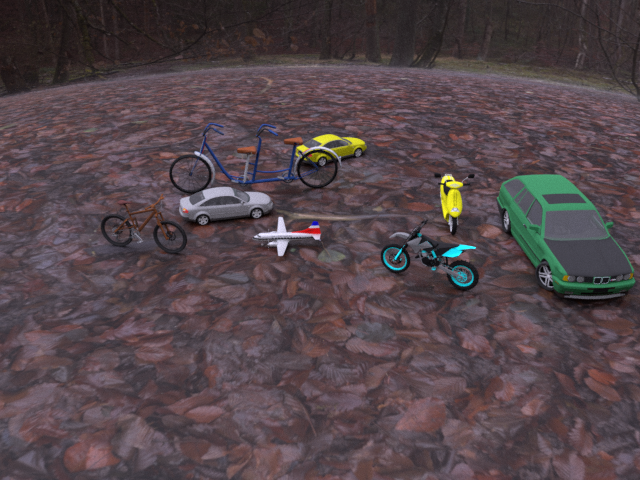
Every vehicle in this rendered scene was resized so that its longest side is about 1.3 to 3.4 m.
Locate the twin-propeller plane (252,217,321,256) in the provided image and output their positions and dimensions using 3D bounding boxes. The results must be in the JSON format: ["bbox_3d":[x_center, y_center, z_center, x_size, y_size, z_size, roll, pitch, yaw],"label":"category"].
[{"bbox_3d":[-0.530,-0.101,11.121,1.095,0.407,1.370,-1,27,-3],"label":"twin-propeller plane"}]

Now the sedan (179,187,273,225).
[{"bbox_3d":[-1.618,-0.643,12.093,1.613,0.483,0.635,-8,28,-14],"label":"sedan"}]

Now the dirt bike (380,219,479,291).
[{"bbox_3d":[1.558,0.217,10.008,1.493,0.857,0.527,14,30,25],"label":"dirt bike"}]

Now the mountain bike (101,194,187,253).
[{"bbox_3d":[-2.764,-0.237,10.880,1.469,0.868,0.573,7,28,13],"label":"mountain bike"}]

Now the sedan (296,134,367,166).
[{"bbox_3d":[0.254,-1.942,14.626,1.613,0.483,0.635,-17,32,-30],"label":"sedan"}]

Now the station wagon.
[{"bbox_3d":[3.696,-0.196,10.742,1.327,0.920,3.105,-2,27,-3],"label":"station wagon"}]

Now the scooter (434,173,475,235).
[{"bbox_3d":[2.219,-0.756,11.837,0.662,0.919,1.399,1,27,3],"label":"scooter"}]

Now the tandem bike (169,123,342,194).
[{"bbox_3d":[-1.176,-1.510,12.861,3.192,1.326,0.550,-3,27,-6],"label":"tandem bike"}]
